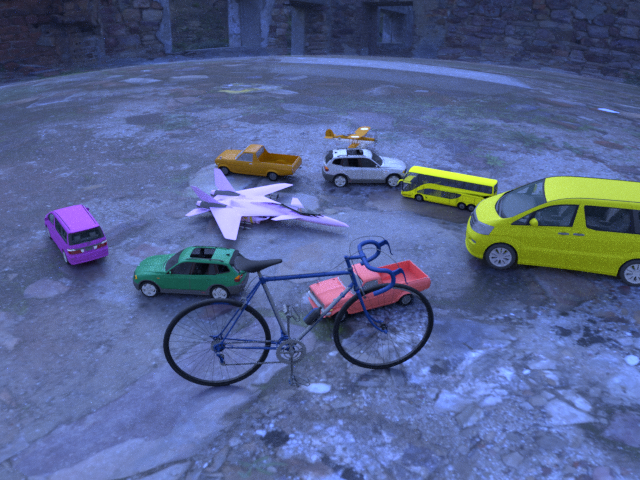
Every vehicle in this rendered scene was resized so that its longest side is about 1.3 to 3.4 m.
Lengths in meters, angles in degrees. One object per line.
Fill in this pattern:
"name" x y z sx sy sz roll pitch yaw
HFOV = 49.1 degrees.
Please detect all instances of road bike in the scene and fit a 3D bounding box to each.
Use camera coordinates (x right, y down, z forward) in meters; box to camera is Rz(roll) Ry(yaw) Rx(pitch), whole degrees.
"road bike" -0.195 0.833 7.596 3.004 1.656 0.697 -5 29 -8

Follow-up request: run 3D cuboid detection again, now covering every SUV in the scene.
"SUV" 0.815 -1.346 12.780 1.572 0.580 0.656 0 28 -1
"SUV" -1.753 0.405 9.525 1.572 0.580 0.656 3 28 6

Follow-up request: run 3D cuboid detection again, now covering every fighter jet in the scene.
"fighter jet" -0.770 -0.590 11.401 2.640 0.557 2.229 10 30 19

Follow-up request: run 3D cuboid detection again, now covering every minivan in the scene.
"minivan" 3.659 -0.233 10.062 3.011 1.197 1.324 7 29 13
"minivan" -3.715 -0.175 10.567 0.681 0.616 1.548 -17 33 -29

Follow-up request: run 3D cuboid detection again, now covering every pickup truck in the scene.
"pickup truck" 0.655 0.598 9.240 1.603 0.511 0.640 -12 31 -21
"pickup truck" -1.161 -1.486 13.115 1.603 0.511 0.640 8 29 14

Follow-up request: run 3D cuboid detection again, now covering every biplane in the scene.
"biplane" 0.638 -2.059 14.185 1.090 0.504 1.336 7 29 14

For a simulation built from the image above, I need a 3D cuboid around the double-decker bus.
"double-decker bus" 2.172 -0.879 11.954 1.672 0.541 0.389 13 31 23
